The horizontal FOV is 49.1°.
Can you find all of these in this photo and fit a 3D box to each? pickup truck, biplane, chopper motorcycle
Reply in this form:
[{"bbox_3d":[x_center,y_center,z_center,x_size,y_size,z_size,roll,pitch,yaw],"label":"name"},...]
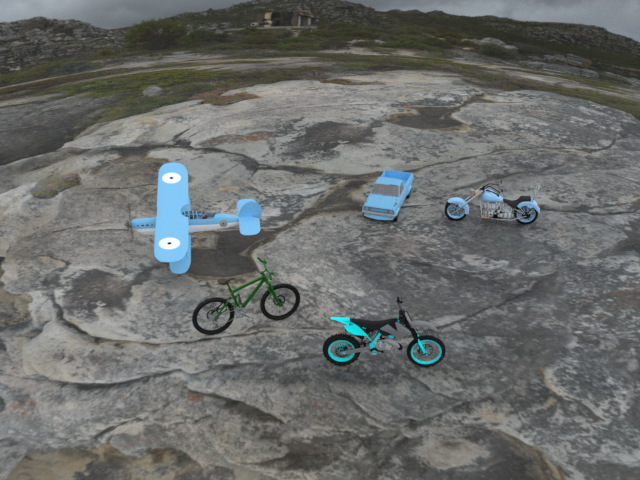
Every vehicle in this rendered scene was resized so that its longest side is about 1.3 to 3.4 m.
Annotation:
[{"bbox_3d":[1.228,-0.859,12.424,0.640,0.511,1.603,9,31,16],"label":"pickup truck"},{"bbox_3d":[-1.960,-0.268,10.885,2.120,0.981,2.598,-4,30,-8],"label":"biplane"},{"bbox_3d":[2.906,-0.637,11.770,1.563,0.761,0.466,5,30,9],"label":"chopper motorcycle"}]

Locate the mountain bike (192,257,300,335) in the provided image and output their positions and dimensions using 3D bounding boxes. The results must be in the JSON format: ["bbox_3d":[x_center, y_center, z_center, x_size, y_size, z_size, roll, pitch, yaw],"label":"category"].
[{"bbox_3d":[-0.953,0.775,9.137,1.469,0.868,0.573,-11,31,-18],"label":"mountain bike"}]

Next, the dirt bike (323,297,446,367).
[{"bbox_3d":[0.778,1.174,8.435,1.493,0.857,0.527,1,29,2],"label":"dirt bike"}]
